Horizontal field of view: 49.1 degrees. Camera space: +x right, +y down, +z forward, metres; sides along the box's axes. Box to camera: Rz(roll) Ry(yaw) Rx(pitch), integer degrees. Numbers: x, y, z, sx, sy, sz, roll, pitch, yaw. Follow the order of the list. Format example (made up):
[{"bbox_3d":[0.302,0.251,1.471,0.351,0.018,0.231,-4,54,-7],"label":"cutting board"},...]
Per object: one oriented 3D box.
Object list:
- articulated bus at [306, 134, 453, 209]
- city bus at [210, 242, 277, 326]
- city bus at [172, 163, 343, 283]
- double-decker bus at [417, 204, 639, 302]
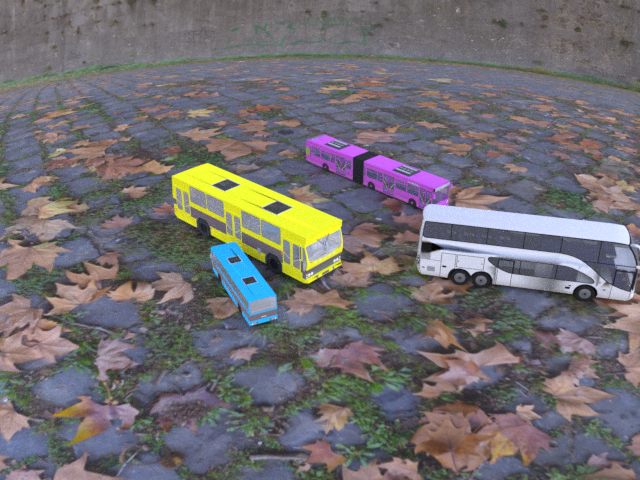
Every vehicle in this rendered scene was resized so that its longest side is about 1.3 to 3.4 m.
[{"bbox_3d":[1.041,-1.345,13.615,0.605,0.561,3.401,-25,38,-37],"label":"articulated bus"},{"bbox_3d":[-1.129,0.627,10.202,0.476,0.460,1.674,-13,32,-22],"label":"city bus"},{"bbox_3d":[-1.100,-0.311,11.430,3.255,0.894,0.926,25,38,37],"label":"city bus"},{"bbox_3d":[3.089,0.186,10.382,3.251,1.052,0.756,7,30,12],"label":"double-decker bus"}]
